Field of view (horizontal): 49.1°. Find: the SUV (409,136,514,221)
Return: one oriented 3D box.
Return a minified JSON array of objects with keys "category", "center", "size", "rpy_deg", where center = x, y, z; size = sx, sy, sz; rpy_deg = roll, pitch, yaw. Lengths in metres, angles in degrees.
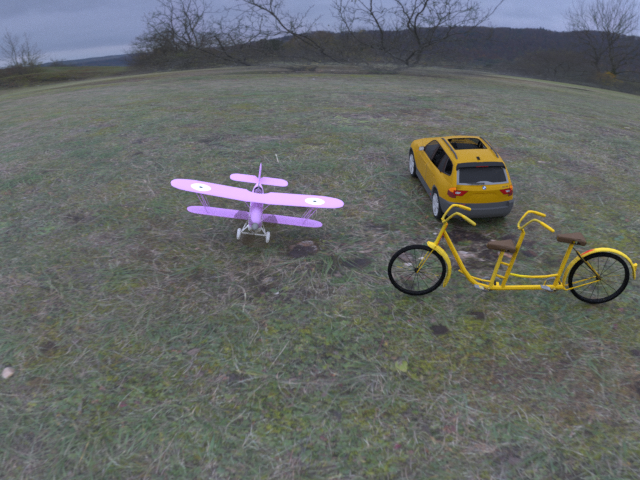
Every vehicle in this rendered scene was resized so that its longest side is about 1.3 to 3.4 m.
[{"category":"SUV","center":[2.414,-1.295,12.225],"size":[1.276,1.128,3.058],"rpy_deg":[-2,27,-5]}]

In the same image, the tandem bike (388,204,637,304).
[{"category":"tandem bike","center":[2.486,0.211,9.050],"size":[3.192,1.326,0.550],"rpy_deg":[2,27,4]}]

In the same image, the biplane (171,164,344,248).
[{"category":"biplane","center":[-0.947,-0.603,11.029],"size":[2.598,0.981,2.120],"rpy_deg":[-1,27,-2]}]
